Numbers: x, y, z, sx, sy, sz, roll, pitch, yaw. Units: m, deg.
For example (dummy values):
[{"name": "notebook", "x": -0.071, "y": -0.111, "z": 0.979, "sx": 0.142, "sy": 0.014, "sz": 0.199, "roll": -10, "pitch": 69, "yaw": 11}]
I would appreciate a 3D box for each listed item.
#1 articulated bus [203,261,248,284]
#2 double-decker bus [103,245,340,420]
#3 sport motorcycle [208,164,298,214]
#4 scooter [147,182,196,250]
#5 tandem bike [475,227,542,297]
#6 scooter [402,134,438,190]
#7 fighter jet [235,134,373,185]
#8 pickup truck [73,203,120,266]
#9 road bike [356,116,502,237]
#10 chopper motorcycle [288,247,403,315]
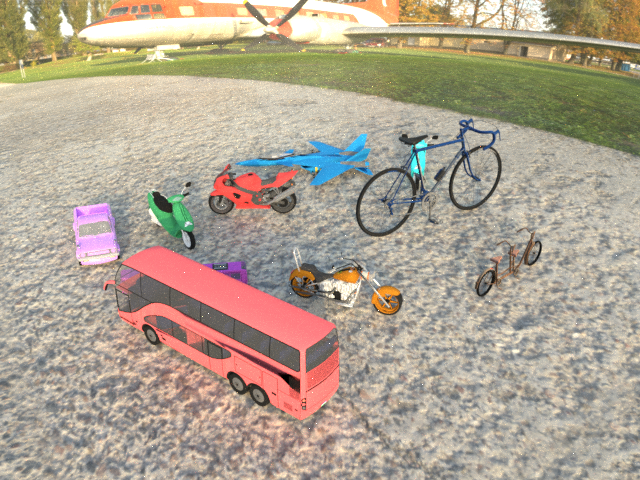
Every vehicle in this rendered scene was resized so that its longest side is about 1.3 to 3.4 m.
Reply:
[{"name": "articulated bus", "x": -1.904, "y": 0.525, "z": 9.822, "sx": 1.749, "sy": 0.289, "sz": 0.311, "roll": -4, "pitch": 29, "yaw": -7}, {"name": "double-decker bus", "x": -1.222, "y": 0.967, "z": 8.213, "sx": 3.251, "sy": 1.052, "sz": 0.756, "roll": 21, "pitch": 35, "yaw": 33}, {"name": "sport motorcycle", "x": -1.121, "y": -0.817, "z": 11.730, "sx": 1.520, "sy": 0.821, "sz": 0.506, "roll": -1, "pitch": 29, "yaw": -2}, {"name": "scooter", "x": -2.353, "y": -0.466, "z": 10.984, "sx": 0.662, "sy": 0.919, "sz": 1.399, "roll": -21, "pitch": 35, "yaw": -34}, {"name": "tandem bike", "x": 2.693, "y": 0.276, "z": 9.868, "sx": 1.642, "sy": 0.682, "sz": 0.283, "roll": -24, "pitch": 37, "yaw": -37}, {"name": "scooter", "x": 1.833, "y": -1.580, "z": 13.031, "sx": 0.662, "sy": 0.919, "sz": 1.399, "roll": 3, "pitch": 29, "yaw": 6}, {"name": "fighter jet", "x": -0.333, "y": -1.638, "z": 13.515, "sx": 2.640, "sy": 0.557, "sz": 2.229, "roll": -1, "pitch": 29, "yaw": -1}, {"name": "pickup truck", "x": -3.487, "y": -0.157, "z": 10.844, "sx": 0.640, "sy": 0.511, "sz": 1.603, "roll": -9, "pitch": 30, "yaw": -17}, {"name": "road bike", "x": 1.833, "y": -1.028, "z": 11.245, "sx": 3.004, "sy": 1.656, "sz": 0.696, "roll": -16, "pitch": 32, "yaw": -27}, {"name": "chopper motorcycle", "x": 0.331, "y": 0.547, "z": 9.289, "sx": 1.563, "sy": 0.761, "sz": 0.466, "roll": 9, "pitch": 30, "yaw": 16}]
